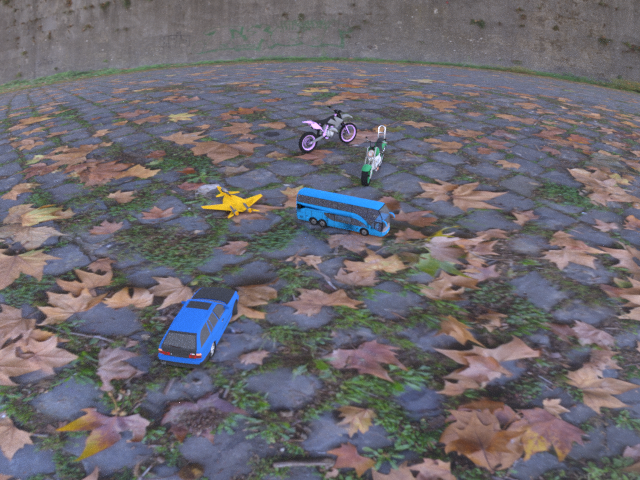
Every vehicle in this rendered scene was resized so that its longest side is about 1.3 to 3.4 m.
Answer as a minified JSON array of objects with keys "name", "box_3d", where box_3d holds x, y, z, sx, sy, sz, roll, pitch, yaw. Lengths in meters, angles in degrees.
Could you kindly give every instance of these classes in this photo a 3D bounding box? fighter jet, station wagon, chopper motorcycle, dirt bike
[{"name":"fighter jet","box_3d":[-1.626,-0.808,12.634,1.147,0.286,1.358,-14,31,-24]},{"name":"station wagon","box_3d":[-1.534,1.017,9.053,0.682,0.473,1.597,6,29,10]},{"name":"chopper motorcycle","box_3d":[1.054,-1.660,13.714,0.466,0.761,1.563,8,29,15]},{"name":"dirt bike","box_3d":[0.179,-2.367,14.924,1.493,0.857,0.527,-17,33,-29]}]

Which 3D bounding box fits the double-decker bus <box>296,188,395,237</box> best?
[{"name":"double-decker bus","box_3d":[0.403,-0.460,11.721,1.672,0.541,0.389,13,31,22]}]
